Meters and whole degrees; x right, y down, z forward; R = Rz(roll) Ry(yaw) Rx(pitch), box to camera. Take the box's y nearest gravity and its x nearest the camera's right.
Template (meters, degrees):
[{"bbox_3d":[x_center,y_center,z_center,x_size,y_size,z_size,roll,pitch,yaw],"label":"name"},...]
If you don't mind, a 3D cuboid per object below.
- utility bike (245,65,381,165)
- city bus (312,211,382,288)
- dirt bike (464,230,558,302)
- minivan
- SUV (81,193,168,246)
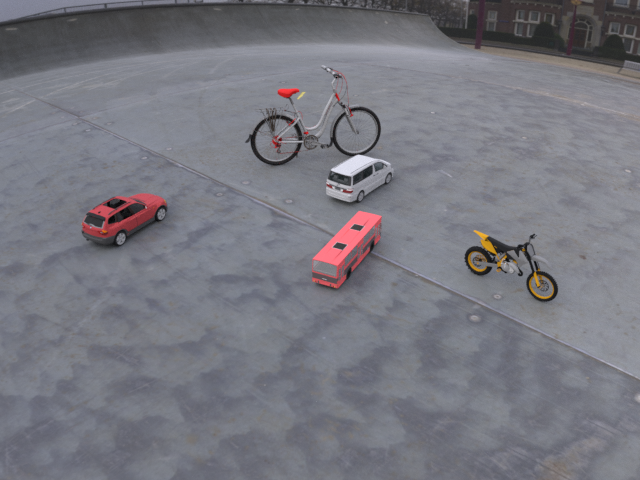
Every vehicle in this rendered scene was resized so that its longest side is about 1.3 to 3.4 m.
[{"bbox_3d":[-0.139,-2.466,13.841,2.791,1.839,1.039,-8,31,-13],"label":"utility bike"},{"bbox_3d":[0.442,0.142,10.771,0.476,0.460,1.674,14,33,23],"label":"city bus"},{"bbox_3d":[2.758,0.315,10.086,1.493,0.857,0.527,25,39,35],"label":"dirt bike"},{"bbox_3d":[0.766,-1.215,12.921,0.681,0.616,1.548,21,36,31],"label":"minivan"},{"bbox_3d":[-3.233,-0.439,11.639,0.656,0.580,1.572,17,34,26],"label":"SUV"}]
